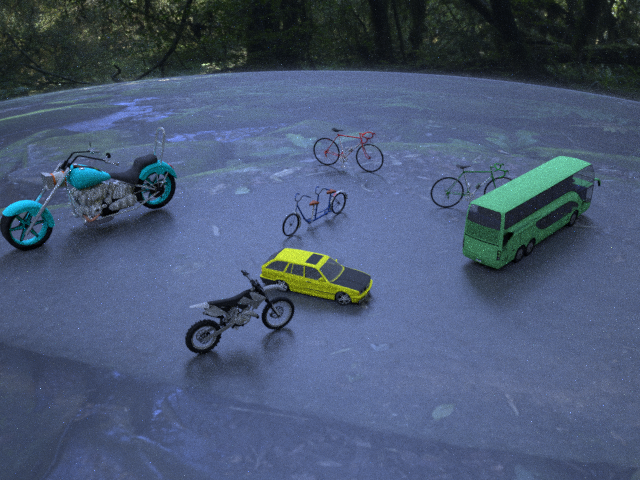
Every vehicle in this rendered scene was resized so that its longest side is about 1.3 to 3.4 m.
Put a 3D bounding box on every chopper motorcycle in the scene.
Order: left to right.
[{"bbox_3d":[-3.766,-0.885,11.574,3.040,1.480,0.906,-21,33,-35],"label":"chopper motorcycle"}]

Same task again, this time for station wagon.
[{"bbox_3d":[-0.045,0.481,9.974,1.597,0.473,0.682,11,29,21],"label":"station wagon"}]

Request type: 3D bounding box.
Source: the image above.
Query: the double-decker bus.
[{"bbox_3d":[3.483,-0.533,11.349,0.756,1.052,3.251,23,35,38],"label":"double-decker bus"}]

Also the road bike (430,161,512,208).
[{"bbox_3d":[2.744,-0.963,12.429,1.545,0.852,0.358,0,27,0],"label":"road bike"}]

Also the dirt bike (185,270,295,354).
[{"bbox_3d":[-0.986,0.891,8.729,1.493,0.857,0.527,-15,30,-27],"label":"dirt bike"}]

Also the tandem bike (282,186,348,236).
[{"bbox_3d":[-0.061,-0.578,11.852,0.283,0.682,1.642,22,34,37],"label":"tandem bike"}]

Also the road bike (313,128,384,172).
[{"bbox_3d":[0.566,-1.847,14.190,1.545,0.852,0.358,11,29,21],"label":"road bike"}]
